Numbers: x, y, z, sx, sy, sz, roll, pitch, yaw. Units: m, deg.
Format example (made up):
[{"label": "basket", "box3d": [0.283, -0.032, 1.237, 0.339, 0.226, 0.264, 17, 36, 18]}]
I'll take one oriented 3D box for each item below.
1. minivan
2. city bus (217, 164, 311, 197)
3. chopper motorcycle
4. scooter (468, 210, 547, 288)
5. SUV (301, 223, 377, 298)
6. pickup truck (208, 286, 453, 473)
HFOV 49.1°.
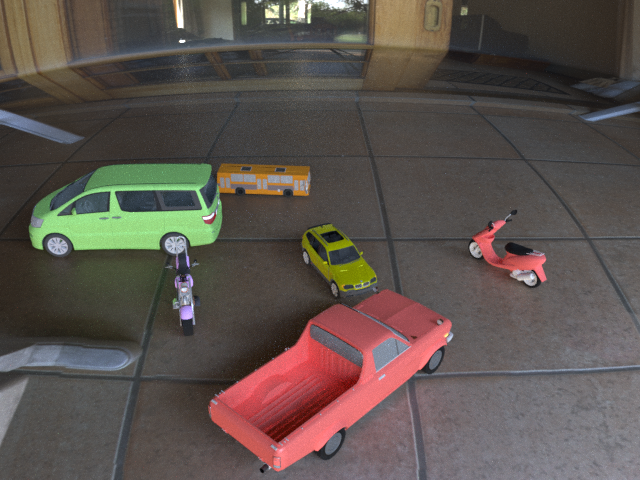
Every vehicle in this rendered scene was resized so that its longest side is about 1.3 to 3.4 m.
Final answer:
[{"label": "minivan", "box3d": [-3.116, -0.529, 11.191, 3.011, 1.197, 1.324, 0, 30, -1]}, {"label": "city bus", "box3d": [-1.024, -1.091, 12.871, 1.674, 0.460, 0.476, 2, 31, 4]}, {"label": "chopper motorcycle", "box3d": [-1.876, 0.622, 9.666, 0.466, 0.761, 1.563, -6, 31, -10]}, {"label": "scooter", "box3d": [2.784, 0.103, 10.392, 0.662, 0.919, 1.399, -22, 37, -33]}, {"label": "SUV", "box3d": [0.261, 0.272, 10.439, 0.656, 0.580, 1.572, -14, 33, -22]}, {"label": "pickup truck", "box3d": [0.239, 1.424, 8.076, 1.244, 0.993, 3.117, 26, 39, 36]}]
